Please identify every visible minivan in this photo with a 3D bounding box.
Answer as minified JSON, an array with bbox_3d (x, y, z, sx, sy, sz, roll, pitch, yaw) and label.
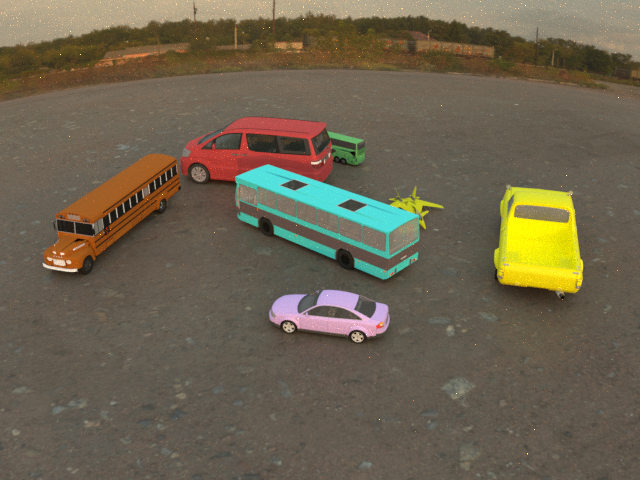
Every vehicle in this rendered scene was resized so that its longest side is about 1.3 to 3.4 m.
[{"bbox_3d":[-1.286,-1.758,13.780,3.011,1.197,1.324,7,28,14],"label":"minivan"}]

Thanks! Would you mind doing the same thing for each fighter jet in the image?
[{"bbox_3d":[1.682,-0.569,12.458,1.147,0.286,1.358,-4,27,-8],"label":"fighter jet"}]

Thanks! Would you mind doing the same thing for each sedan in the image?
[{"bbox_3d":[0.115,0.947,9.282,1.613,0.483,0.635,6,28,12],"label":"sedan"}]

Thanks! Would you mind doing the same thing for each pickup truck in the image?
[{"bbox_3d":[3.391,-0.149,10.862,1.244,0.993,3.117,7,28,13],"label":"pickup truck"}]

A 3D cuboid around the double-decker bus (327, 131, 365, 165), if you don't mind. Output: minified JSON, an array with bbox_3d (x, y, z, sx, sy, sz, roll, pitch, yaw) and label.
[{"bbox_3d":[0.204,-2.024,15.020,1.672,0.541,0.389,19,33,33],"label":"double-decker bus"}]

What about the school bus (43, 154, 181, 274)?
[{"bbox_3d":[-3.414,-0.507,11.724,0.709,0.844,3.322,8,28,15],"label":"school bus"}]

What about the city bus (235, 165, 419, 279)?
[{"bbox_3d":[0.028,-0.326,11.317,3.255,0.894,0.926,22,34,36],"label":"city bus"}]
